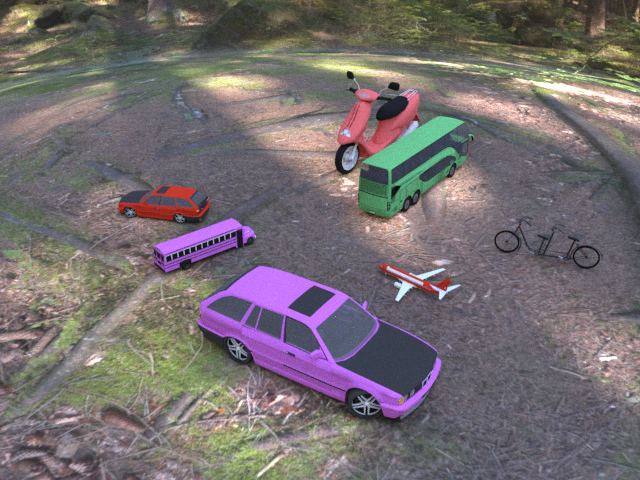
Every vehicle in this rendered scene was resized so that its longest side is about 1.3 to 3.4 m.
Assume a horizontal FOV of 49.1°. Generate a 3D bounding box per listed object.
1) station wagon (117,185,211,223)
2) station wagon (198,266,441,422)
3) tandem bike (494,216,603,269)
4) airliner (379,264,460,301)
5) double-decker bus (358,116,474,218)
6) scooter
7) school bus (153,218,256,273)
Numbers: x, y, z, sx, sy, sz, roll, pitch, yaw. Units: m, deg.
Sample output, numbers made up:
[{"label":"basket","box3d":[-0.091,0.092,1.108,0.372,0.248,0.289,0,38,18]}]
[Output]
[{"label":"station wagon","box3d":[-2.761,-0.677,12.304,1.597,0.473,0.682,6,30,11]},{"label":"station wagon","box3d":[-0.039,1.141,8.677,3.105,0.920,1.327,18,34,28]},{"label":"tandem bike","box3d":[3.545,0.028,10.863,1.642,0.682,0.283,12,32,20]},{"label":"airliner","box3d":[1.373,0.512,10.271,1.307,0.429,1.161,25,38,37]},{"label":"double-decker bus","box3d":[1.838,-1.443,13.061,0.756,1.052,3.251,20,35,30]},{"label":"scooter","box3d":[1.215,-2.493,14.157,1.288,1.786,2.721,24,37,35]},{"label":"school bus","box3d":[-1.786,0.053,11.068,1.708,0.434,0.365,-22,37,-34]}]
